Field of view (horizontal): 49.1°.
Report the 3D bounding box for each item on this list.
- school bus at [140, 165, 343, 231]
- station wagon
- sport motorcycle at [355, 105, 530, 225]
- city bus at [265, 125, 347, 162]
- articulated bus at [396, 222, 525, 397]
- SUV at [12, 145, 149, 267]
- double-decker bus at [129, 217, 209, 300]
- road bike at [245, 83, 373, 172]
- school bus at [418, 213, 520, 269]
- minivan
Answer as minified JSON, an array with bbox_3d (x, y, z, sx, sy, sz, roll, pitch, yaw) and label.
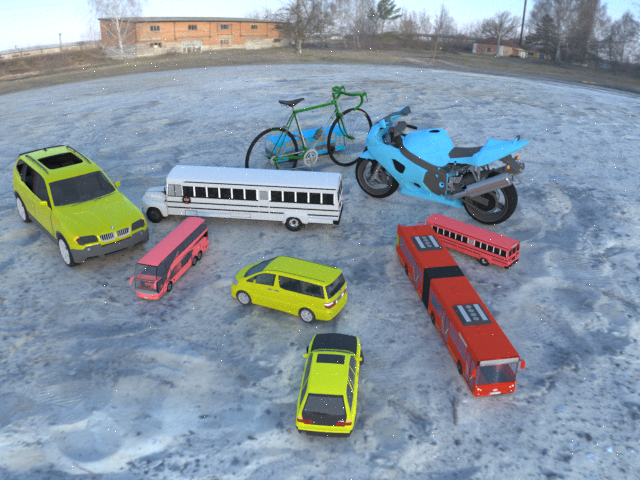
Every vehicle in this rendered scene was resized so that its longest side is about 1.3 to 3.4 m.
[{"bbox_3d":[-1.299,-0.713,11.401,3.322,0.844,0.709,3,28,7],"label":"school bus"},{"bbox_3d":[0.120,1.458,7.616,0.682,0.473,1.597,3,28,5],"label":"station wagon"},{"bbox_3d":[1.902,-1.217,11.557,2.955,1.596,0.983,16,31,27],"label":"sport motorcycle"},{"bbox_3d":[-0.270,-1.936,14.179,1.674,0.460,0.476,-14,31,-26],"label":"city bus"},{"bbox_3d":[1.631,0.723,8.938,0.605,0.561,3.401,-4,28,-8],"label":"articulated bus"},{"bbox_3d":[-3.839,-0.640,10.953,1.276,1.128,3.058,-20,34,-34],"label":"SUV"},{"bbox_3d":[-2.078,0.249,9.875,0.389,0.541,1.672,8,29,15],"label":"double-decker bus"},{"bbox_3d":[-0.130,-1.927,12.862,3.004,1.656,0.696,-20,34,-34],"label":"road bike"},{"bbox_3d":[2.140,-0.018,10.506,1.708,0.434,0.365,22,35,36],"label":"school bus"},{"bbox_3d":[-0.431,0.577,9.161,1.548,0.616,0.681,13,30,23],"label":"minivan"}]
